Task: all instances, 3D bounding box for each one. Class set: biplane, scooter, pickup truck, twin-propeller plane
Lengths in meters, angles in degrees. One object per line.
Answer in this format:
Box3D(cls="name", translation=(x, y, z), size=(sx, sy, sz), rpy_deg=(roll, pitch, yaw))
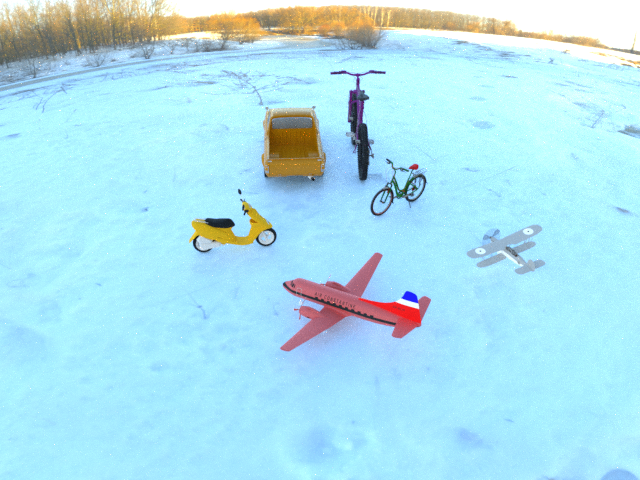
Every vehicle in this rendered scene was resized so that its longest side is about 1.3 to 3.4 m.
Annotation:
Box3D(cls="biplane", translation=(2.906, 0.216, 10.691), size=(1.336, 0.504, 1.090), rpy_deg=(-13, 33, -21))
Box3D(cls="scooter", translation=(-1.388, -0.253, 11.086), size=(1.399, 0.919, 0.662), rpy_deg=(-6, 31, -10))
Box3D(cls="pickup truck", translation=(-0.559, -2.087, 14.166), size=(1.244, 0.993, 3.117), rpy_deg=(-2, 30, -3))
Box3D(cls="twin-propeller plane", translation=(0.387, 0.774, 9.445), size=(2.129, 0.792, 2.663), rpy_deg=(16, 34, 26))

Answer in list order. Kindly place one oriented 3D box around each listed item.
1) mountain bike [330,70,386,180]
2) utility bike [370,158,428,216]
Box3D(cls="mountain bike", translation=(0.785, -2.388, 13.992), size=(1.114, 1.688, 2.857), rpy_deg=(-1, 30, -2))
Box3D(cls="utility bike", translation=(1.454, -0.960, 12.275), size=(1.435, 0.946, 0.535), rpy_deg=(-23, 37, -34))
